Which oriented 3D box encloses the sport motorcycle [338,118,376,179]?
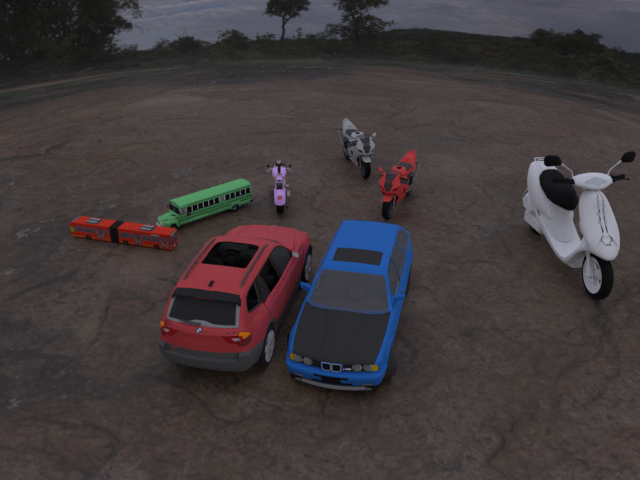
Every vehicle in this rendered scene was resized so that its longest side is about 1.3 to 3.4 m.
[{"bbox_3d":[0.705,-1.776,13.466,0.506,0.821,1.520,-7,28,-13],"label":"sport motorcycle"}]

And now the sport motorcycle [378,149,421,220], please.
[{"bbox_3d":[1.338,-0.953,11.887,0.506,0.821,1.520,11,30,20],"label":"sport motorcycle"}]

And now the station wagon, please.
[{"bbox_3d":[0.451,0.626,8.749,1.327,0.920,3.105,6,28,11],"label":"station wagon"}]

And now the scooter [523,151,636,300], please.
[{"bbox_3d":[3.561,-0.501,9.974,1.288,1.786,2.721,-3,28,-7],"label":"scooter"}]

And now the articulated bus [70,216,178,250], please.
[{"bbox_3d":[-3.039,-0.114,10.853,1.749,0.289,0.311,7,28,14],"label":"articulated bus"}]

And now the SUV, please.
[{"bbox_3d":[-0.963,0.477,8.810,1.276,1.128,3.058,6,28,11],"label":"SUV"}]

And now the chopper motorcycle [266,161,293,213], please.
[{"bbox_3d":[-0.699,-1.032,12.103,0.466,0.761,1.563,-2,28,-3],"label":"chopper motorcycle"}]

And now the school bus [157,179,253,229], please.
[{"bbox_3d":[-1.907,-0.586,11.602,1.708,0.434,0.365,-22,35,-35],"label":"school bus"}]
